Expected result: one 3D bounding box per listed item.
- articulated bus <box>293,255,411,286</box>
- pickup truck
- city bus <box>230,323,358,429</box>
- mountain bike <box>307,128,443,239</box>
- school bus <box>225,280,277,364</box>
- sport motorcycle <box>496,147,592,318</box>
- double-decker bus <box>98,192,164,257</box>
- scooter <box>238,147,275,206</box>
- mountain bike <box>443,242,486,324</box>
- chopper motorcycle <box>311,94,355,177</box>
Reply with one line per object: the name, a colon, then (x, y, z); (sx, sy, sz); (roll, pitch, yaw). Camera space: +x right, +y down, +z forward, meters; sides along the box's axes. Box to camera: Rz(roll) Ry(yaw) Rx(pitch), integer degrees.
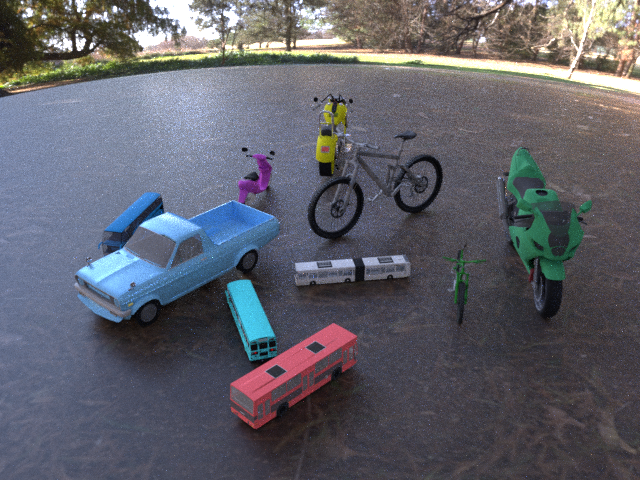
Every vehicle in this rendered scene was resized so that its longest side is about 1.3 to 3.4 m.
articulated bus: (0.476, 0.452, 10.494); (1.749, 0.289, 0.311); (-4, 28, -8)
pickup truck: (-2.015, 0.151, 10.310); (1.244, 0.993, 3.117); (22, 35, 35)
city bus: (-0.268, 1.575, 8.197); (0.476, 0.460, 1.674); (25, 37, 38)
mountain bike: (1.000, -1.023, 11.779); (2.857, 1.688, 1.114); (-17, 33, -29)
school bus: (-0.949, 1.002, 9.303); (0.365, 0.434, 1.708); (-9, 29, -16)
sport motorcycle: (3.160, -0.185, 10.300); (0.983, 1.596, 2.955); (2, 28, 3)
double-decker bus: (-3.052, -0.218, 11.486); (0.389, 0.541, 1.672); (6, 29, 11)
scooter: (-1.182, -1.185, 12.904); (0.662, 0.919, 1.399); (9, 29, 16)
mountain bike: (1.965, 0.506, 9.774); (0.573, 0.868, 1.469); (4, 28, 8)
chopper motorcycle: (0.296, -2.390, 14.574); (0.906, 1.480, 3.040); (4, 28, 7)
